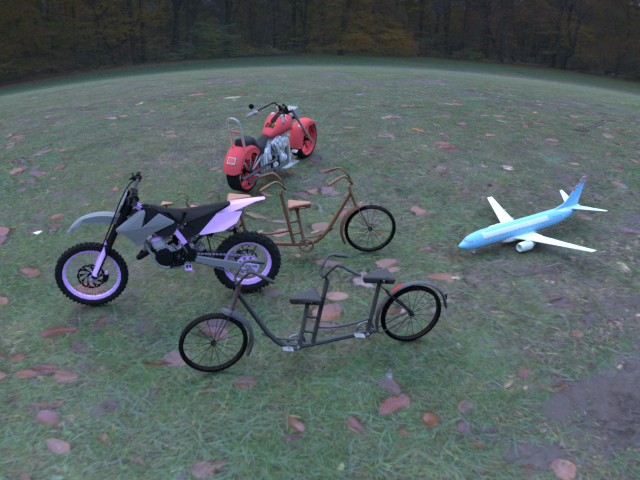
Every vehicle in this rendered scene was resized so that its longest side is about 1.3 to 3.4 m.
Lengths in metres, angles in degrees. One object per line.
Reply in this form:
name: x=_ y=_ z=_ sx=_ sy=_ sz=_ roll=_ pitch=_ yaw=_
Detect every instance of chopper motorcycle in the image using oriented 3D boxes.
chopper motorcycle: x=-0.849 y=-1.927 z=13.125 sx=0.906 sy=1.480 sz=3.040 roll=13 pitch=29 yaw=24

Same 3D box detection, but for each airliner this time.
airliner: x=3.163 y=-0.384 z=10.768 sx=2.541 sy=0.835 sz=2.257 roll=-14 pitch=30 yaw=-25

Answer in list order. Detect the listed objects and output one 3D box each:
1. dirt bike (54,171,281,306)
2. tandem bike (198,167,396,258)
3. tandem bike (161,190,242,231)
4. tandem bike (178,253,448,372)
dirt bike: x=-1.950 y=0.043 z=8.990 sx=2.903 sy=1.666 sz=1.024 roll=-5 pitch=27 yaw=-9
tandem bike: x=-0.463 y=-0.362 z=10.177 sx=3.192 sy=1.326 sz=0.550 roll=-2 pitch=27 yaw=-4
tandem bike: x=-2.041 y=-0.437 z=11.044 sx=1.642 sy=0.682 sz=0.283 roll=0 pitch=27 yaw=-1
tandem bike: x=-0.012 y=0.765 z=7.930 sx=3.192 sy=1.326 sz=0.550 roll=-7 pitch=27 yaw=-14
